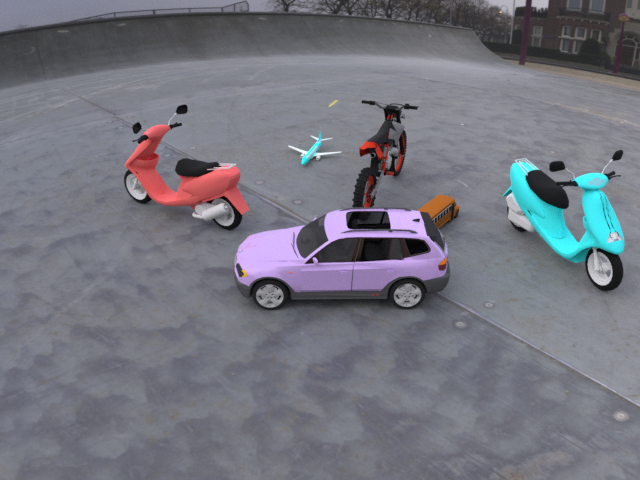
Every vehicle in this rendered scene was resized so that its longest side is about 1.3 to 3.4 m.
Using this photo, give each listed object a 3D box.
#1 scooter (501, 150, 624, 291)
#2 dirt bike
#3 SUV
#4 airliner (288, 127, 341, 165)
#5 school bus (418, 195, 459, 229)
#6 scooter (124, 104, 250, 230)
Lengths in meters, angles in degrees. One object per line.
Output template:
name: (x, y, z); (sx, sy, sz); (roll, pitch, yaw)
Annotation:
scooter: (3.675, -0.550, 10.572); (1.288, 1.786, 2.721); (-11, 31, -19)
dirt bike: (1.121, -1.567, 12.547); (1.024, 1.666, 2.903); (11, 31, 19)
SUV: (0.303, 0.192, 9.905); (3.058, 1.128, 1.276); (0, 29, 0)
airliner: (-0.156, -1.921, 14.477); (1.161, 0.429, 1.307); (9, 30, 15)
school bus: (1.821, -0.342, 11.597); (0.365, 0.434, 1.708); (19, 34, 31)
scooter: (-2.357, -1.208, 11.770); (2.721, 1.786, 1.288); (16, 33, 27)
